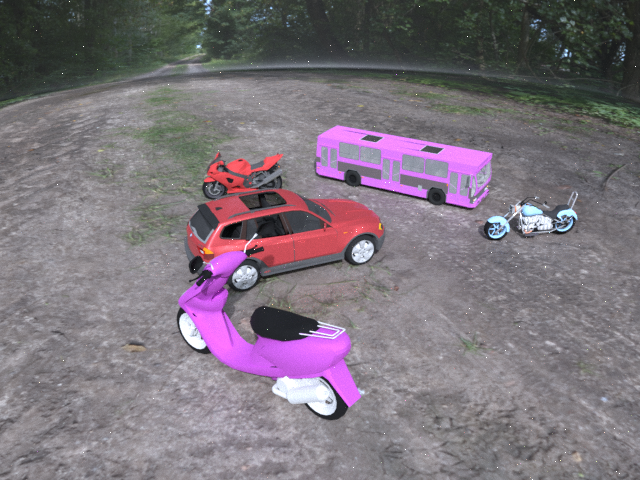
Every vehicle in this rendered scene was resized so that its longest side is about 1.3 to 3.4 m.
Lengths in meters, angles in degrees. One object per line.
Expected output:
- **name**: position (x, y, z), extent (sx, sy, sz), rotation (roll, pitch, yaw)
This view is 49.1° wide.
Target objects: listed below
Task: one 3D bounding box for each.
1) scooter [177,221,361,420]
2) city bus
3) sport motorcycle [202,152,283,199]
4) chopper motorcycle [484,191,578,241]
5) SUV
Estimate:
- **scooter**: position (-0.697, 0.875, 7.784), extent (2.721, 1.786, 1.288), rotation (20, 33, 33)
- **city bus**: position (1.523, -1.383, 13.195), extent (3.255, 0.894, 0.926), rotation (15, 31, 27)
- **sport motorcycle**: position (-1.415, -1.180, 12.877), extent (1.520, 0.821, 0.506), rotation (-6, 28, -12)
- **chopper motorcycle**: position (3.454, -0.397, 11.407), extent (1.563, 0.761, 0.466), rotation (-4, 27, -8)
- **SUV**: position (-0.503, -0.171, 10.560), extent (3.058, 1.128, 1.276), rotation (-12, 29, -22)
